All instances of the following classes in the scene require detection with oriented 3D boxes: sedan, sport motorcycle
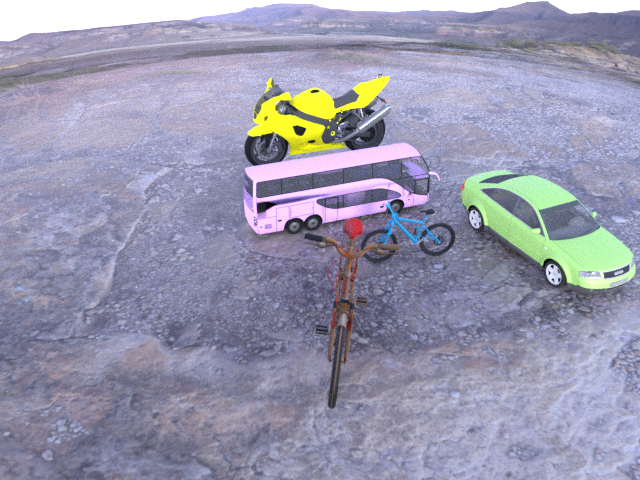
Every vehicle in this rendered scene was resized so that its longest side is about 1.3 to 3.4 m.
[{"bbox_3d":[3.399,-0.294,10.668,1.235,0.940,3.137,-14,34,-22],"label":"sedan"},{"bbox_3d":[-0.033,-2.269,13.332,2.955,1.596,0.983,-12,33,-19],"label":"sport motorcycle"}]

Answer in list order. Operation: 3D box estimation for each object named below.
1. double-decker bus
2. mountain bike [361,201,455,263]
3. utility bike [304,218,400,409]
[{"bbox_3d":[0.360,-0.873,11.527,3.251,1.052,0.756,-11,33,-18],"label":"double-decker bus"},{"bbox_3d":[1.325,-0.093,10.401,1.469,0.868,0.573,-6,31,-10],"label":"mountain bike"},{"bbox_3d":[0.380,0.573,8.339,1.039,1.839,2.791,3,31,5],"label":"utility bike"}]
